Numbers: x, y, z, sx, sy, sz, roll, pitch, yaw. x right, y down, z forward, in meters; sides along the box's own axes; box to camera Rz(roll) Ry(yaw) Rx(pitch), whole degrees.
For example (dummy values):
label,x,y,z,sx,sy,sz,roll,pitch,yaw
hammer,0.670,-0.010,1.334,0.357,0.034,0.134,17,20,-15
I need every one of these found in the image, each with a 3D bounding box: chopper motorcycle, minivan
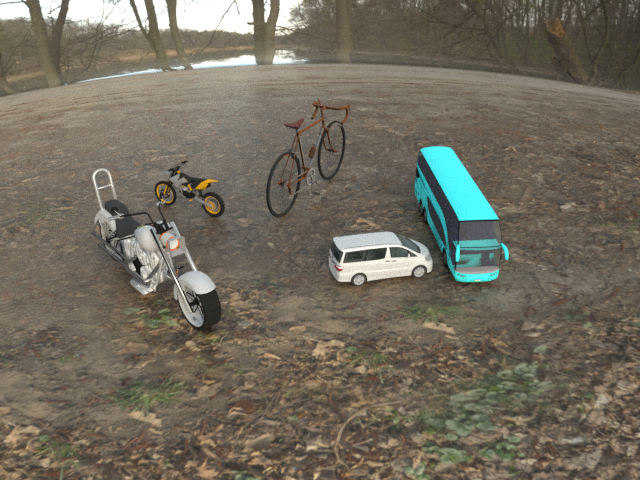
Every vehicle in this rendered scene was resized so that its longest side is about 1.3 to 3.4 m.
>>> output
label,x,y,z,sx,sy,sz,roll,pitch,yaw
chopper motorcycle,-2.371,0.081,9.821,0.906,1.480,3.040,-23,36,-36
minivan,0.922,0.229,10.460,1.548,0.616,0.681,-7,29,-12

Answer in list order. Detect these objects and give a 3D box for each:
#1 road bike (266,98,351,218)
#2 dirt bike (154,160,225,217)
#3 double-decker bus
label,x,y,z,sx,sy,sz,roll,pitch,yaw
road bike,-0.194,-1.562,12.701,0.696,1.656,3.004,14,31,24
dirt bike,-2.325,-0.895,12.302,1.493,0.857,0.527,13,31,23
double-decker bus,2.169,-0.471,11.304,0.756,1.052,3.251,-2,28,-4
